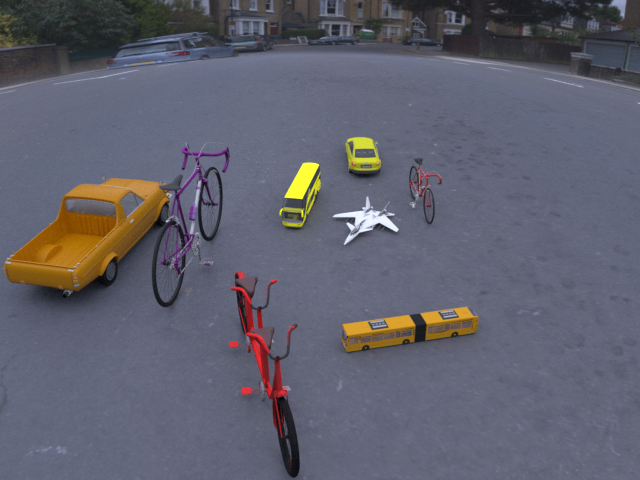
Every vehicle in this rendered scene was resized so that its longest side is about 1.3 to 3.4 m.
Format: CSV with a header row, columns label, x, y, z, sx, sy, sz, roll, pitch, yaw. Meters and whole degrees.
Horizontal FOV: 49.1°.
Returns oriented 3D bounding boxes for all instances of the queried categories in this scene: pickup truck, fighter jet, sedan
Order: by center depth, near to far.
label,x,y,z,sx,sy,sz,roll,pitch,yaw
pickup truck,-3.345,-0.233,10.484,1.244,0.993,3.117,6,29,11
fighter jet,0.689,-0.294,11.331,1.147,0.286,1.358,14,32,24
sedan,0.836,-1.743,13.776,0.635,0.483,1.613,-1,29,-2

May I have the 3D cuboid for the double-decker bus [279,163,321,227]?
label,x,y,z,sx,sy,sz,roll,pitch,yaw
double-decker bus,-0.305,-0.766,11.930,0.389,0.541,1.672,5,29,9

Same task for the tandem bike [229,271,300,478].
label,x,y,z,sx,sy,sz,roll,pitch,yaw
tandem bike,-0.641,1.111,7.680,0.550,1.326,3.192,-8,30,-14

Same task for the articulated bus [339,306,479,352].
label,x,y,z,sx,sy,sz,roll,pitch,yaw
articulated bus,1.121,1.111,8.762,1.749,0.289,0.311,-7,29,-12

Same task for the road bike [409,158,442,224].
label,x,y,z,sx,sy,sz,roll,pitch,yaw
road bike,1.722,-0.897,11.844,0.358,0.852,1.545,-4,29,-7

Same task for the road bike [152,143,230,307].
label,x,y,z,sx,sy,sz,roll,pitch,yaw
road bike,-1.848,-0.339,9.988,0.696,1.656,3.004,4,29,8
